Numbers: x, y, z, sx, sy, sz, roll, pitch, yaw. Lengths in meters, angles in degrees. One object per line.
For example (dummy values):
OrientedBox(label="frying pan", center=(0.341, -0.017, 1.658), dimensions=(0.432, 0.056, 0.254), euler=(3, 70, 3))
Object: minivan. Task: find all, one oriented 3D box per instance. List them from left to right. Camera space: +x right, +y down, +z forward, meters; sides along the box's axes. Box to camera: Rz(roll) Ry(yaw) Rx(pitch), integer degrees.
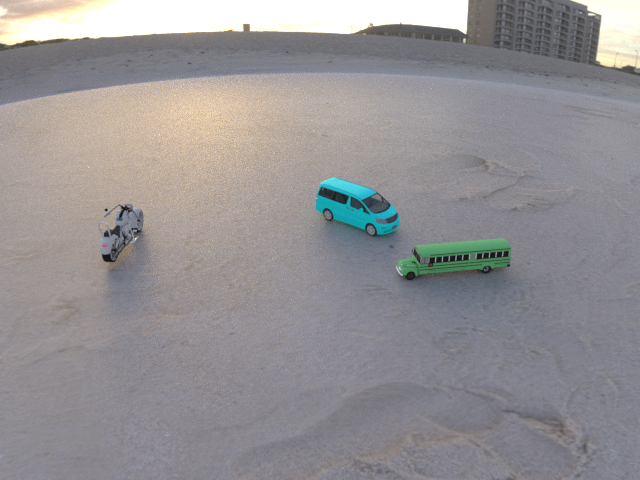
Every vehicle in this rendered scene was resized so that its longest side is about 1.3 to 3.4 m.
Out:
OrientedBox(label="minivan", center=(0.653, -0.586, 12.062), dimensions=(1.548, 0.616, 0.681), euler=(21, 33, 35))

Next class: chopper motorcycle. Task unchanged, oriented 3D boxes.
OrientedBox(label="chopper motorcycle", center=(-3.160, -0.235, 11.196), dimensions=(0.466, 0.761, 1.563), euler=(3, 27, 5))

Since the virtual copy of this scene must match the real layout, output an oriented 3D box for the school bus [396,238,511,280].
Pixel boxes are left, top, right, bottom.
OrientedBox(label="school bus", center=(2.004, 0.277, 10.535), dimensions=(1.708, 0.434, 0.365), euler=(-5, 27, -9))
